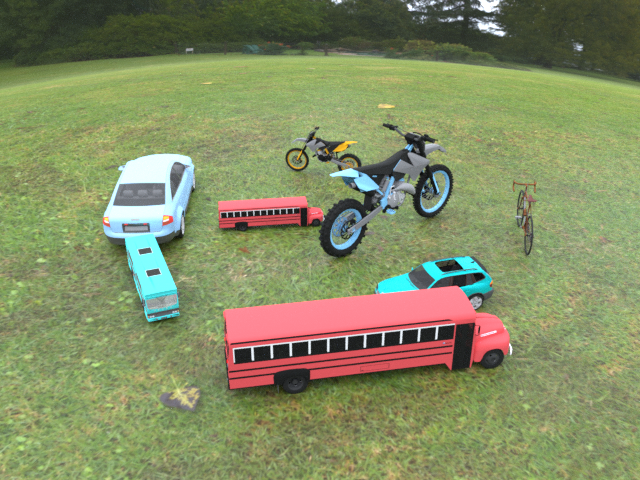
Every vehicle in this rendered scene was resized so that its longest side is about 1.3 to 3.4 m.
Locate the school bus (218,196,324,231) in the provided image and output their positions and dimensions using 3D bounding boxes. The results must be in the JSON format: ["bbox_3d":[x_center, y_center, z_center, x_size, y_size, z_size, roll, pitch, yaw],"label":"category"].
[{"bbox_3d":[-0.785,-0.435,11.323,1.708,0.434,0.365,-4,28,-7],"label":"school bus"}]

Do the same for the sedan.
[{"bbox_3d":[-2.775,-0.872,11.610,1.235,0.940,3.137,-1,28,-3],"label":"sedan"}]

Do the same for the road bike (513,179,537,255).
[{"bbox_3d":[3.177,-0.401,10.813,0.358,0.852,1.545,3,28,6],"label":"road bike"}]

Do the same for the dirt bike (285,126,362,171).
[{"bbox_3d":[0.057,-1.635,13.137,1.493,0.857,0.527,7,29,14],"label":"dirt bike"}]

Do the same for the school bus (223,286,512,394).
[{"bbox_3d":[0.581,1.101,7.986,3.322,0.844,0.709,-5,28,-9],"label":"school bus"}]

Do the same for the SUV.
[{"bbox_3d":[1.503,0.602,9.210,1.572,0.580,0.656,-8,29,-15],"label":"SUV"}]

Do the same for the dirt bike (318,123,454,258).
[{"bbox_3d":[1.100,-0.823,10.739,2.903,1.666,1.024,-22,35,-35],"label":"dirt bike"}]

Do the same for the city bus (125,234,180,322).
[{"bbox_3d":[-2.303,0.495,9.540,0.476,0.460,1.674,-11,30,-19],"label":"city bus"}]
